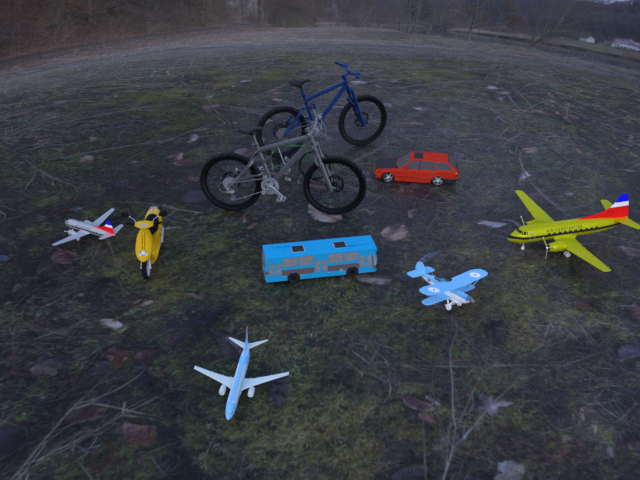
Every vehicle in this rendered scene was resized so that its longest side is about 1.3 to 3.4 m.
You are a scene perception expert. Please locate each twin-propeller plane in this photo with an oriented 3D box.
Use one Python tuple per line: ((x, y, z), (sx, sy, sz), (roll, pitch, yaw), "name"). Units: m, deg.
((3.955, -0.280, 11.081), (2.129, 0.792, 2.663), (-7, 31, -12), "twin-propeller plane")
((-3.756, -0.231, 11.376), (1.095, 0.407, 1.370), (15, 34, 23), "twin-propeller plane")

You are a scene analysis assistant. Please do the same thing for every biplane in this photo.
((1.750, 0.633, 9.819), (1.336, 0.504, 1.090), (-23, 38, -34), "biplane")

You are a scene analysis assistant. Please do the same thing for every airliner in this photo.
((-0.965, 1.570, 8.307), (1.161, 0.429, 1.307), (3, 31, 5), "airliner")

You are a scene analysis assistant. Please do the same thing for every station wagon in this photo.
((1.819, -1.393, 13.278), (1.597, 0.473, 0.682), (4, 31, 7), "station wagon")

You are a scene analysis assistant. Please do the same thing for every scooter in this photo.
((-2.601, -0.101, 10.654), (0.662, 0.919, 1.399), (-1, 31, -3), "scooter")

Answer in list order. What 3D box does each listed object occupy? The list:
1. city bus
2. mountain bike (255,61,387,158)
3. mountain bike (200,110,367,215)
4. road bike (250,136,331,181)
((-0.009, 0.296, 10.433), (1.674, 0.460, 0.476), (-5, 31, -9), "city bus")
((0.067, -2.559, 14.057), (2.857, 1.688, 1.114), (-11, 32, -19), "mountain bike")
((-0.637, -1.208, 11.771), (2.857, 1.688, 1.114), (2, 31, 4), "mountain bike")
((-0.572, -1.509, 13.101), (1.545, 0.852, 0.358), (-1, 31, -2), "road bike")
